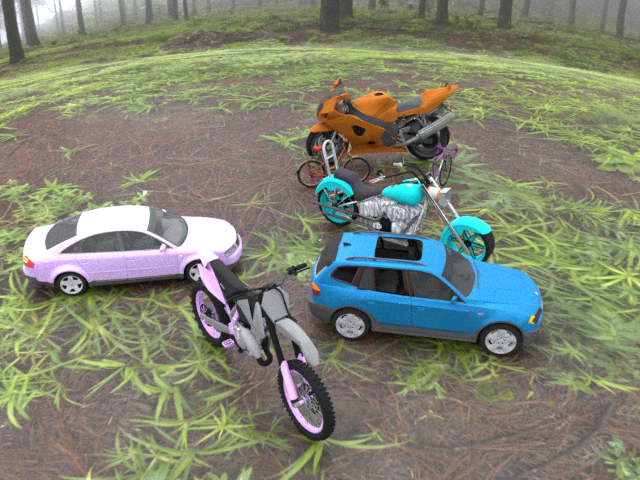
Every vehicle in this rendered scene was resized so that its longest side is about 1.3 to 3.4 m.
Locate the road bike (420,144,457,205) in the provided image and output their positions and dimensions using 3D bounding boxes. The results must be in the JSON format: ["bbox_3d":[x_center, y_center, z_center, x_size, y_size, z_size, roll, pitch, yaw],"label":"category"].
[{"bbox_3d":[2.091,-1.189,12.536,0.358,0.852,1.545,16,34,25],"label":"road bike"}]

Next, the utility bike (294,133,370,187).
[{"bbox_3d":[0.224,-1.458,12.908,1.435,0.946,0.535,-5,30,-9],"label":"utility bike"}]

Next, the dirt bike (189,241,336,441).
[{"bbox_3d":[-0.746,0.985,7.950,1.024,1.666,2.903,-21,36,-32],"label":"dirt bike"}]

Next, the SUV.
[{"bbox_3d":[1.362,0.601,9.154,3.058,1.128,1.276,5,30,9],"label":"SUV"}]

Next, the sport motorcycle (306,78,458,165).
[{"bbox_3d":[1.189,-2.276,13.675,2.955,1.596,0.983,-4,30,-7],"label":"sport motorcycle"}]

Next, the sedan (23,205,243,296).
[{"bbox_3d":[-2.729,0.039,10.319,3.137,0.940,1.235,-5,30,-9],"label":"sedan"}]

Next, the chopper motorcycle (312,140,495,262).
[{"bbox_3d":[1.253,-0.578,10.846,3.040,1.480,0.906,18,34,28],"label":"chopper motorcycle"}]
